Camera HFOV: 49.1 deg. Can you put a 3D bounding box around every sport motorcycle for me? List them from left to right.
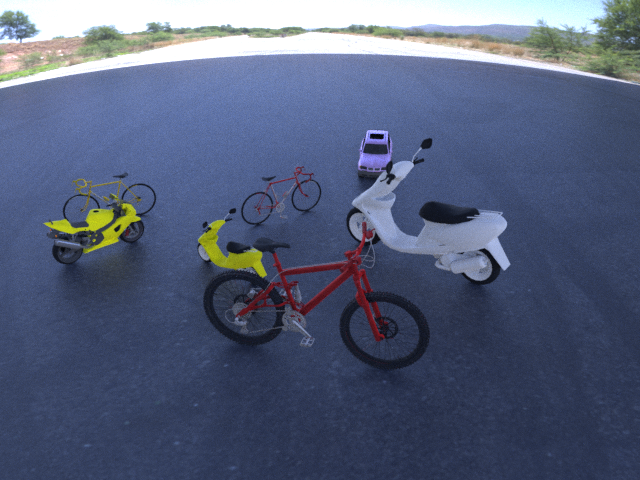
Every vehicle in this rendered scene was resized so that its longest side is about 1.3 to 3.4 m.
[{"bbox_3d":[-3.442,-0.162,10.814,1.520,0.821,0.506,-22,36,-33],"label":"sport motorcycle"}]

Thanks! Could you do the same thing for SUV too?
[{"bbox_3d":[1.101,-1.720,13.817,0.656,0.580,1.572,3,30,6],"label":"SUV"}]

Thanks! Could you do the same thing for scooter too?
[{"bbox_3d":[-1.334,0.093,10.262,1.399,0.919,0.662,22,36,33],"label":"scooter"},{"bbox_3d":[1.536,-0.420,10.288,2.721,1.786,1.288,20,35,31],"label":"scooter"}]

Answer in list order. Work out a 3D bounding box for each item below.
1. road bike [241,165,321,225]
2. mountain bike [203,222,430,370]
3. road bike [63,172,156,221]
[{"bbox_3d":[-0.640,-0.758,11.839,1.545,0.852,0.358,-17,33,-27],"label":"road bike"},{"bbox_3d":[-0.094,0.711,8.385,2.857,1.688,1.114,8,30,13],"label":"mountain bike"},{"bbox_3d":[-3.528,-0.702,11.738,1.545,0.852,0.358,-13,32,-22],"label":"road bike"}]
